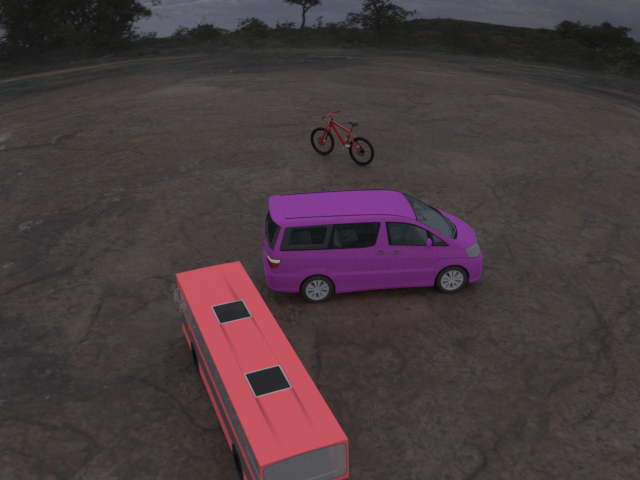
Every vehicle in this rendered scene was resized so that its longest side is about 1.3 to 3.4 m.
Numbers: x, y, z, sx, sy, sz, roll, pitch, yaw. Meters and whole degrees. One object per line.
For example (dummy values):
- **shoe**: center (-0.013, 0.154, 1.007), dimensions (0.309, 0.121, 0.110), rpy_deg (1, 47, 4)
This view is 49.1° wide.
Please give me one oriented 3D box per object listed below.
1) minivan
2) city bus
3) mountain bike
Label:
- **minivan**: center (0.728, -0.005, 9.554), dimensions (3.011, 1.197, 1.324), rpy_deg (-4, 29, -7)
- **city bus**: center (-0.725, 1.427, 7.273), dimensions (0.926, 0.894, 3.255), rpy_deg (-11, 31, -19)
- **mountain bike**: center (0.416, -1.943, 13.409), dimensions (1.469, 0.868, 0.573), rpy_deg (19, 34, 31)
